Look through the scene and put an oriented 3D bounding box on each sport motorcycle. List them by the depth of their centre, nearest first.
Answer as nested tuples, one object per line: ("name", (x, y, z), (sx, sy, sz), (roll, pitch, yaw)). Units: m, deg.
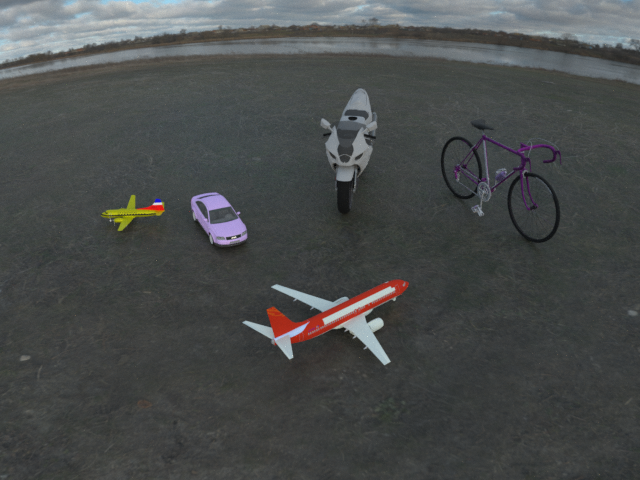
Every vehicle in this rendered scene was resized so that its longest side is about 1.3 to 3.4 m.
("sport motorcycle", (0.602, -1.715, 12.994), (0.983, 1.596, 2.955), (4, 29, 7))

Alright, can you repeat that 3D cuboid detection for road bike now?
("road bike", (2.991, -1.128, 11.872), (0.696, 1.656, 3.004), (-15, 32, -24))

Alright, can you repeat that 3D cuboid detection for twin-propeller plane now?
("twin-propeller plane", (-3.231, -0.511, 12.046), (1.095, 0.407, 1.370), (-2, 29, -3))

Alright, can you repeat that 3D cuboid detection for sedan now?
("sedan", (-1.710, -0.401, 11.769), (0.635, 0.483, 1.613), (-13, 32, -22))

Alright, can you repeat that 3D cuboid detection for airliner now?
("airliner", (0.298, 0.810, 9.217), (2.541, 0.835, 2.257), (-22, 36, -35))
